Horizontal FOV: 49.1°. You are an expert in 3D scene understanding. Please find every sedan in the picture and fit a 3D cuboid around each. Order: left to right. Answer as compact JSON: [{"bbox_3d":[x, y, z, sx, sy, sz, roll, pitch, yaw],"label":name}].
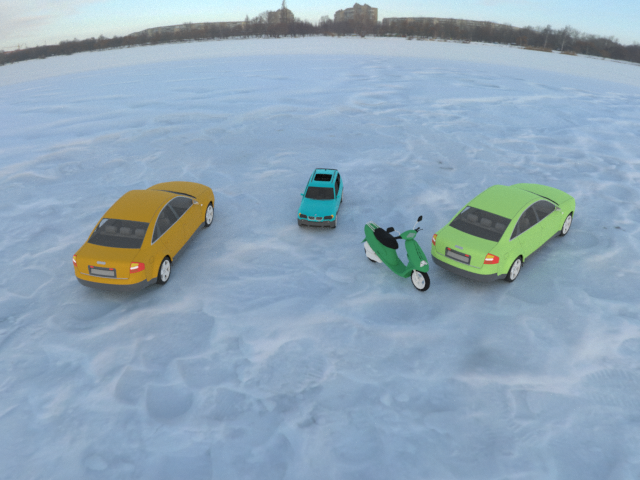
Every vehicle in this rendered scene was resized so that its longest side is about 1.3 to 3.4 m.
[{"bbox_3d":[-2.535,-0.274,10.527,1.235,0.940,3.137,6,29,11],"label":"sedan"},{"bbox_3d":[2.873,-0.319,10.609,1.235,0.940,3.137,22,36,35],"label":"sedan"}]

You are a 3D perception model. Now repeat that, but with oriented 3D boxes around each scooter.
[{"bbox_3d":[1.067,0.090,9.879,0.662,0.919,1.399,-20,34,-32],"label":"scooter"}]

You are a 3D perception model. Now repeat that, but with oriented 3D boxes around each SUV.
[{"bbox_3d":[0.026,-0.721,11.723,0.656,0.580,1.572,4,29,7],"label":"SUV"}]
